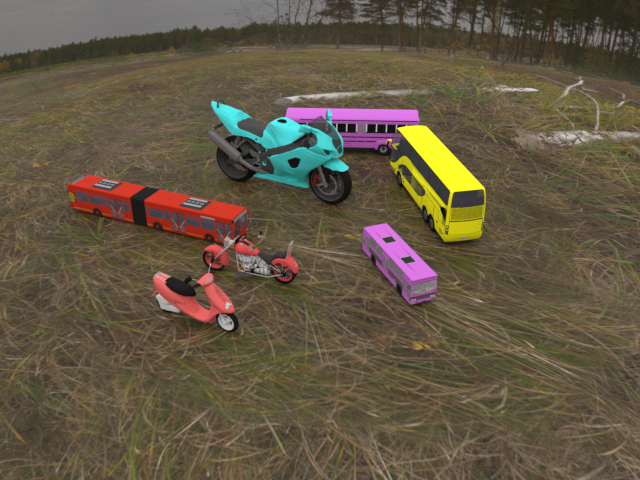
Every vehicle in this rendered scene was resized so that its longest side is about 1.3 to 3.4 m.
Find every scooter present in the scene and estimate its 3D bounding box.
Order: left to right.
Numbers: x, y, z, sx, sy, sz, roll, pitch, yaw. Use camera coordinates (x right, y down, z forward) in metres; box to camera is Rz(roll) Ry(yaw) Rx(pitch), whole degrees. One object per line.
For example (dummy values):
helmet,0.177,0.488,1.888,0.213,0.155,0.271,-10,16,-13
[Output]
scooter,-1.713,0.717,9.446,1.399,0.919,0.662,14,33,23

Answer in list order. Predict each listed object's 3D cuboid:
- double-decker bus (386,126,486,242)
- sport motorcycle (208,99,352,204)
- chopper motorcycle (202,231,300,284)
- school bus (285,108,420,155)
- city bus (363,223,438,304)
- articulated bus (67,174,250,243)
double-decker bus,1.998,-1.114,12.482,0.756,1.052,3.251,-6,31,-10
sport motorcycle,-0.734,-1.628,12.827,2.955,1.596,0.983,16,34,25
chopper motorcycle,-1.053,0.222,10.462,1.563,0.761,0.466,11,32,18
school bus,0.410,-2.312,14.761,3.322,0.844,0.709,1,30,3
city bus,1.170,0.345,10.548,0.476,0.460,1.674,-11,32,-18
articulated bus,-2.800,-0.537,11.974,3.401,0.561,0.605,12,32,20
